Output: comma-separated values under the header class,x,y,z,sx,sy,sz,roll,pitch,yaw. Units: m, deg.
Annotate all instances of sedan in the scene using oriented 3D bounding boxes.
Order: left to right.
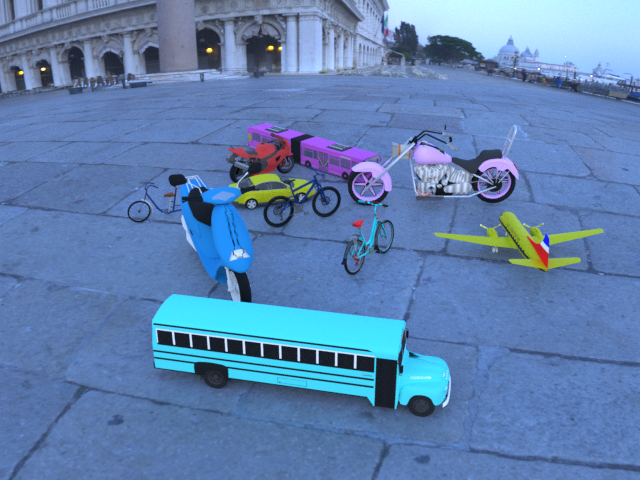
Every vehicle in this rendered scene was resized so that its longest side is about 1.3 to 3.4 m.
class,x,y,z,sx,sy,sz,roll,pitch,yaw
sedan,-0.880,-0.942,12.814,1.613,0.483,0.635,-8,27,-16

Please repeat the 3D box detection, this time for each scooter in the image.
class,x,y,z,sx,sy,sz,roll,pitch,yaw
scooter,-1.499,-0.267,9.897,1.288,1.786,2.721,-11,28,-22

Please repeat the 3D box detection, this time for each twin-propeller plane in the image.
class,x,y,z,sx,sy,sz,roll,pitch,yaw
twin-propeller plane,3.108,-0.090,10.678,2.663,0.792,2.129,-1,26,-3

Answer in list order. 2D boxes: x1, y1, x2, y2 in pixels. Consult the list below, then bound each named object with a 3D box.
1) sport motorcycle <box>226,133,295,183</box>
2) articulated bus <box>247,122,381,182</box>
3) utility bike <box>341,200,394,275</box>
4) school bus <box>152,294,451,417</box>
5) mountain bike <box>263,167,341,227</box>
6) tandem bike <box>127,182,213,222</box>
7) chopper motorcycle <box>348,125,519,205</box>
class,x,y,z,sx,sy,sz,roll,pitch,yaw
sport motorcycle,-1.140,-1.596,13.787,1.520,0.821,0.506,-17,31,-32
articulated bus,-0.209,-1.860,14.636,3.401,0.561,0.605,22,33,38
utility bike,0.696,-0.089,10.499,0.535,0.946,1.435,17,31,32
school bus,-0.204,1.247,7.830,3.322,0.844,0.709,5,26,11
mountain bike,-0.287,-0.709,11.881,1.469,0.868,0.573,-13,28,-25
tandem bike,-2.526,-0.726,12.133,1.642,0.682,0.283,-12,28,-23
chopper motorcycle,2.021,-1.328,12.466,3.040,1.480,0.906,1,26,1
